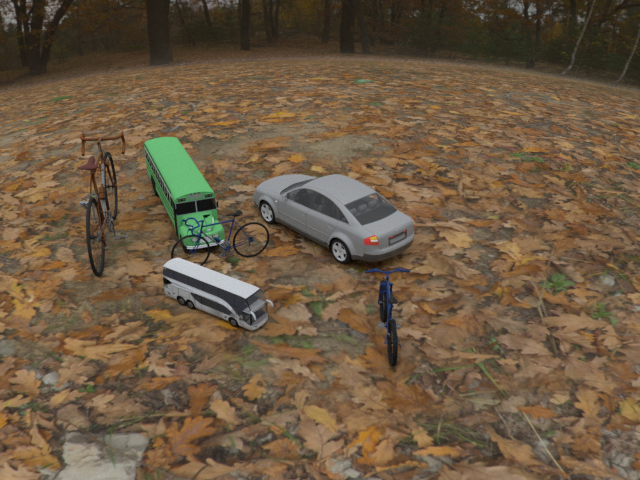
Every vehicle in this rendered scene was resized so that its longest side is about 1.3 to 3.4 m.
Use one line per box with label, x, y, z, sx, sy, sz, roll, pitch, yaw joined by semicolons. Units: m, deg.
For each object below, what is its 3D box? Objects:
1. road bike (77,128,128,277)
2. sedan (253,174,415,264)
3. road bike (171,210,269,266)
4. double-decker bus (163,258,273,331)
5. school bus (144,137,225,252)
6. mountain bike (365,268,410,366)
road bike;-3.396;-0.690;10.874;0.697;1.656;3.004;-4;28;-7
sedan;0.135;-0.551;11.371;1.235;0.940;3.137;-23;36;-36
road bike;-1.480;-0.017;10.470;1.545;0.852;0.358;-13;31;-22
double-decker bus;-1.407;0.727;9.412;1.672;0.541;0.389;17;33;29
school bus;-2.376;-0.851;12.031;0.709;0.844;3.322;-11;30;-20
mountain bike;0.859;0.888;8.767;0.573;0.868;1.469;-1;28;-2
